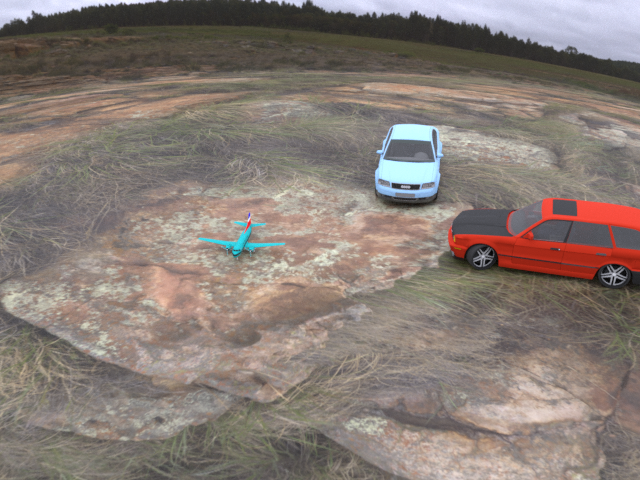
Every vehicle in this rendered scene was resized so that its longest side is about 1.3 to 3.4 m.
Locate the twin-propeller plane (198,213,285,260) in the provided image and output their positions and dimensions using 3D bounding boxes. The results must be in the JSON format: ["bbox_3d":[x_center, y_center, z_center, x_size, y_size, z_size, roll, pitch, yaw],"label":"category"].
[{"bbox_3d":[-1.194,-0.051,10.854,1.370,0.407,1.095,4,26,7],"label":"twin-propeller plane"}]

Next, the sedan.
[{"bbox_3d":[1.736,-1.618,13.448,1.235,0.940,3.137,4,26,9],"label":"sedan"}]

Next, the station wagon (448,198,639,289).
[{"bbox_3d":[3.471,-0.081,10.330,3.105,0.920,1.327,8,27,15],"label":"station wagon"}]
